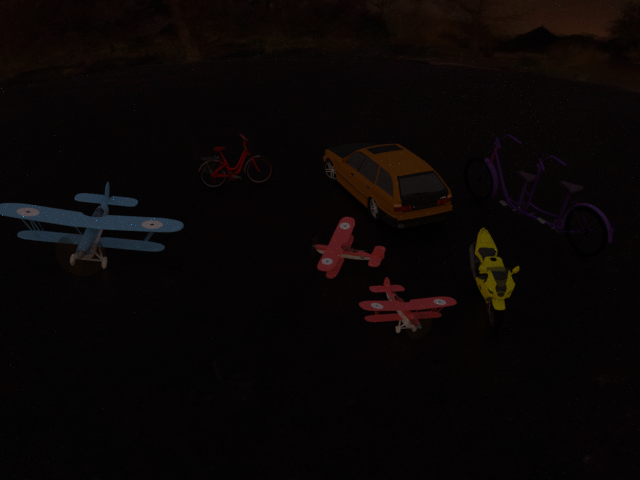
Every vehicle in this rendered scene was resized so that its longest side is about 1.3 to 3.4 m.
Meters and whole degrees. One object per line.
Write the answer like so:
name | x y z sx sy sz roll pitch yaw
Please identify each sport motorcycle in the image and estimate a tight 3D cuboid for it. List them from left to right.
sport motorcycle | 2.258 0.503 9.281 0.506 0.821 1.520 1 28 2

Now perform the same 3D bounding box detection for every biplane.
biplane | -3.320 -0.228 10.495 2.598 0.981 2.120 -2 28 -4
biplane | 0.400 0.193 10.208 1.090 0.504 1.336 9 29 16
biplane | 1.058 0.847 8.969 1.336 0.504 1.090 -10 29 -17

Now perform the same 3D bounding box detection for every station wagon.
station wagon | 1.099 -1.211 12.420 1.327 0.920 3.105 -11 30 -20

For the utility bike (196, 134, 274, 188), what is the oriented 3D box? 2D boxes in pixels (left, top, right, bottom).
utility bike | -1.575 -1.442 12.830 1.435 0.946 0.535 -6 29 -12

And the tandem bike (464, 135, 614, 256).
tandem bike | 3.410 -0.827 11.259 0.550 1.326 3.192 -16 32 -27
